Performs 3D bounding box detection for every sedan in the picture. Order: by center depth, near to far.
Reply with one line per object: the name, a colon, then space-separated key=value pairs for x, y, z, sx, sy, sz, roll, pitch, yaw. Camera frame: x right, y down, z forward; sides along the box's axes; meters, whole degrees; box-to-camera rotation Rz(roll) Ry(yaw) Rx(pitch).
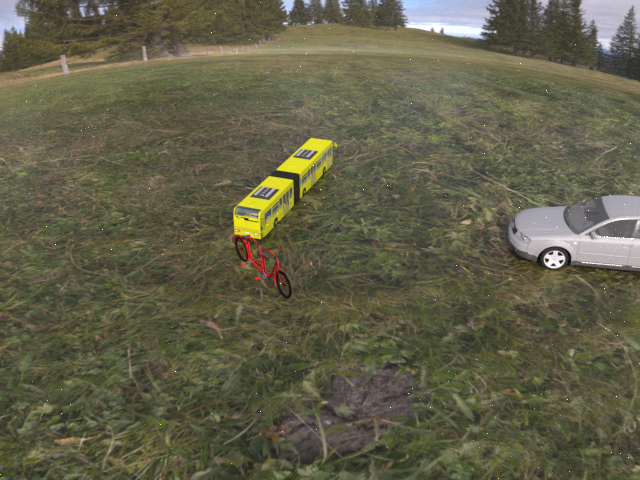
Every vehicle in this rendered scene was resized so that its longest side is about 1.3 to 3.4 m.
sedan: x=4.474 y=-0.131 z=10.556 sx=3.137 sy=0.940 sz=1.235 roll=5 pitch=30 yaw=9

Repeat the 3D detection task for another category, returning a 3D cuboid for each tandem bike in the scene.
tandem bike: x=-0.855 y=0.251 z=10.137 sx=0.283 sy=0.682 sz=1.642 roll=-18 pitch=34 yaw=-29

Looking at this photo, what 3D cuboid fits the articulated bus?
articulated bus: x=-0.554 y=-1.003 z=12.501 sx=0.605 sy=0.561 sz=3.401 roll=11 pitch=31 yaw=18
